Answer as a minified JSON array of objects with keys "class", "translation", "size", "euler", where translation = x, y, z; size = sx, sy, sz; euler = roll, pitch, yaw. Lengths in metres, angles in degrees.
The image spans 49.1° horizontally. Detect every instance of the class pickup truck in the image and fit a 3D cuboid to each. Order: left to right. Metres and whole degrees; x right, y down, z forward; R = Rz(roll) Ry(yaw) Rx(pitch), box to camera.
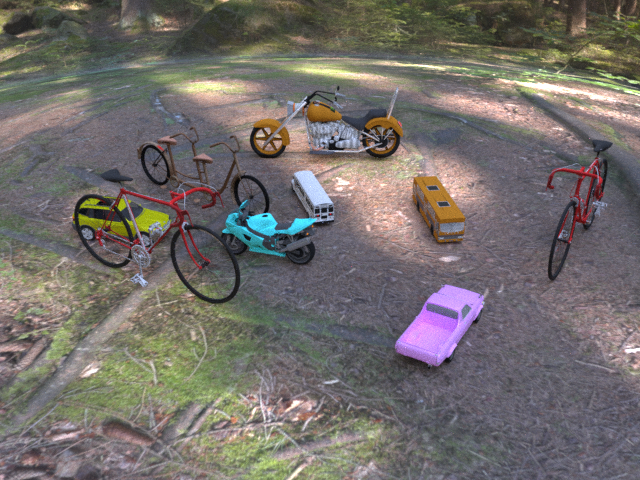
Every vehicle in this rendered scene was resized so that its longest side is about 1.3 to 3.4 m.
[{"class":"pickup truck","translation":[1.519,1.000,8.696],"size":[0.640,0.511,1.603],"euler":[16,32,27]}]

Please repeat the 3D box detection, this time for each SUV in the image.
[{"class":"SUV","translation":[-3.142,-0.336,11.093],"size":[1.572,0.580,0.656],"euler":[6,29,11]}]

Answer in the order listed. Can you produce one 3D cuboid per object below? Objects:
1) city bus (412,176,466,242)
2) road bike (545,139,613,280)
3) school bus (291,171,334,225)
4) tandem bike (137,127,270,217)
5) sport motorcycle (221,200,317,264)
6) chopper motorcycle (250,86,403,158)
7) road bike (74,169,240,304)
[{"class":"city bus","translation":[1.930,-0.516,11.553],"size":[0.476,0.460,1.674],"euler":[-4,29,-7]},{"class":"road bike","translation":[3.913,-0.578,10.410],"size":[0.696,1.656,3.004],"euler":[17,33,28]},{"class":"school bus","translation":[-0.155,-0.779,12.064],"size":[0.365,0.434,1.708],"euler":[-7,29,-13]},{"class":"tandem bike","translation":[-2.096,-1.288,12.070],"size":[3.192,1.326,0.550],"euler":[20,34,32]},{"class":"sport motorcycle","translation":[-0.773,-0.079,10.366],"size":[1.520,0.821,0.506],"euler":[8,29,14]},{"class":"chopper motorcycle","translation":[0.121,-2.310,13.797],"size":[3.040,1.480,0.906],"euler":[2,28,4]},{"class":"road bike","translation":[-2.321,-0.114,9.553],"size":[3.004,1.656,0.697],"euler":[16,32,27]}]
